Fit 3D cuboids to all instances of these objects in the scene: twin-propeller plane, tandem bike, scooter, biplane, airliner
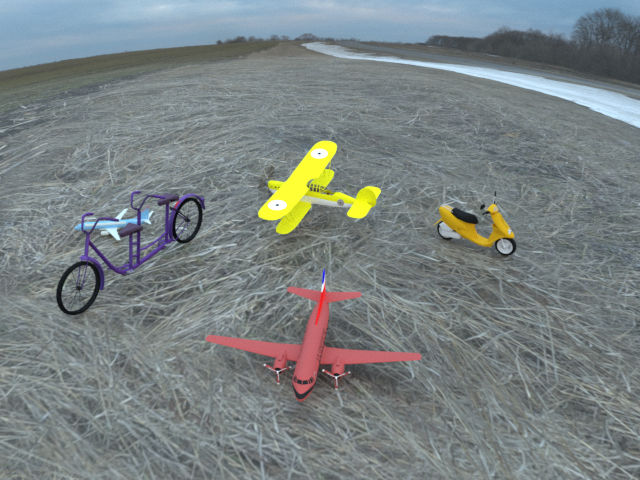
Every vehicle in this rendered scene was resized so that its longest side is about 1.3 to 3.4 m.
[{"bbox_3d":[-0.075,1.170,8.703,2.663,0.792,2.129,4,29,7],"label":"twin-propeller plane"},{"bbox_3d":[-2.717,-0.079,10.417,0.550,1.326,3.192,15,32,25],"label":"tandem bike"},{"bbox_3d":[2.504,-0.297,11.234,1.399,0.919,0.662,17,33,28],"label":"scooter"},{"bbox_3d":[-0.050,-0.761,12.011,2.120,0.981,2.598,12,31,20],"label":"biplane"},{"bbox_3d":[-3.497,-0.349,11.834,1.307,0.429,1.161,-4,29,-7],"label":"airliner"}]
